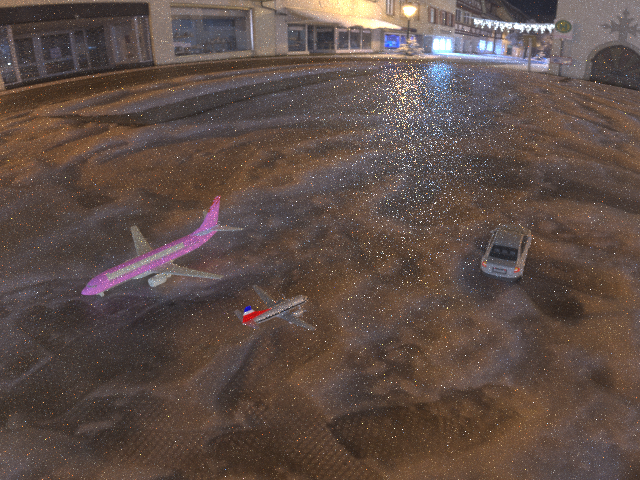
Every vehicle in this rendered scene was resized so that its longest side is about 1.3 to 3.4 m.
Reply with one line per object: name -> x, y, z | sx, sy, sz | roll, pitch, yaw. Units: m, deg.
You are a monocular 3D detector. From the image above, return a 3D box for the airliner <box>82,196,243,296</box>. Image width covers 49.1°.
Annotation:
airliner -> -2.405, 0.093, 10.348 | 2.257, 0.835, 2.541 | 25, 37, 38

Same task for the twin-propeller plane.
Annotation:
twin-propeller plane -> -0.578, 0.894, 9.329 | 1.095, 0.407, 1.370 | -21, 35, -34

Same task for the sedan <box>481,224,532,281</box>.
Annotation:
sedan -> 2.872, 0.102, 10.699 | 0.635, 0.483, 1.613 | 11, 31, 19
